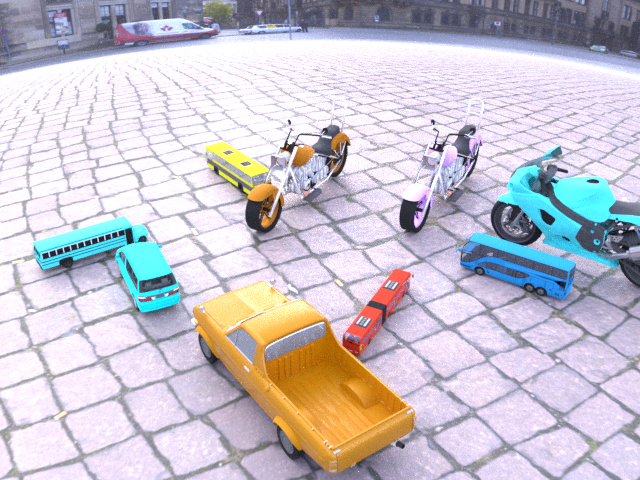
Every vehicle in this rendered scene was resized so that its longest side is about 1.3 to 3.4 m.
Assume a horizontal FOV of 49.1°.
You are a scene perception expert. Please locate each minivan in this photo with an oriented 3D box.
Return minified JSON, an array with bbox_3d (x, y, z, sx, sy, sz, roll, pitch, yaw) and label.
[{"bbox_3d":[-2.477,0.406,9.933,0.681,0.616,1.548,-14,34,-23],"label":"minivan"}]

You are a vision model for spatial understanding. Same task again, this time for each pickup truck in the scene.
[{"bbox_3d":[-0.315,1.359,7.963,1.244,0.993,3.117,-20,36,-30],"label":"pickup truck"}]

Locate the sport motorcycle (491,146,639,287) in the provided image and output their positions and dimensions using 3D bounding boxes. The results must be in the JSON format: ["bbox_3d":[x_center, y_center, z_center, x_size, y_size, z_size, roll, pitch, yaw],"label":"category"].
[{"bbox_3d":[3.910,-0.302,10.165,2.955,1.596,0.983,21,37,31],"label":"sport motorcycle"}]

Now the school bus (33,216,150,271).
[{"bbox_3d":[-3.479,0.017,10.765,1.708,0.434,0.365,-20,36,-29],"label":"school bus"}]

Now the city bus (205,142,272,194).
[{"bbox_3d":[-1.526,-1.310,12.969,0.476,0.460,1.674,-21,37,-31],"label":"city bus"}]

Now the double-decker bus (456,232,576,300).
[{"bbox_3d":[2.801,0.347,10.105,1.672,0.541,0.389,20,36,29],"label":"double-decker bus"}]

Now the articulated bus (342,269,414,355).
[{"bbox_3d":[0.790,0.928,9.376,0.311,0.289,1.749,15,34,24],"label":"articulated bus"}]

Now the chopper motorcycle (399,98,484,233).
[{"bbox_3d":[2.134,-1.324,11.996,0.906,1.480,3.040,17,35,26],"label":"chopper motorcycle"}]

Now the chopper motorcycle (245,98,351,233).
[{"bbox_3d":[-0.325,-1.326,11.999,0.906,1.480,3.040,17,35,26],"label":"chopper motorcycle"}]
